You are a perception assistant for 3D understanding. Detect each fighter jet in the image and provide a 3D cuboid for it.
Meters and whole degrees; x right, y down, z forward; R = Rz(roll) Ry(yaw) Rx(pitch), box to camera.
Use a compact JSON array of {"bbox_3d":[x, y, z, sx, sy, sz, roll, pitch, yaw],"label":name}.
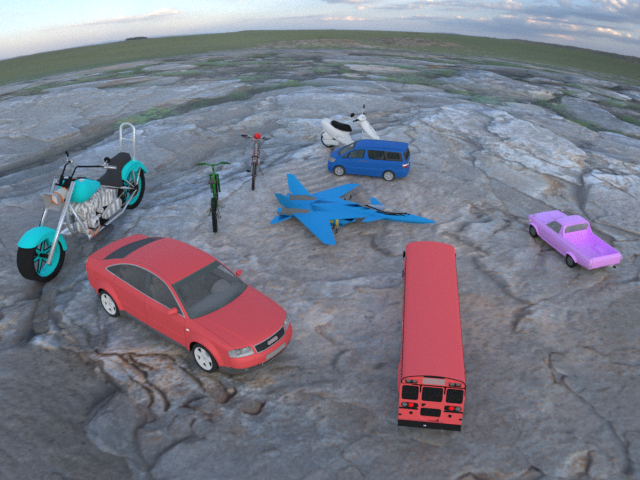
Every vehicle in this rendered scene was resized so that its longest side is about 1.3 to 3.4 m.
[{"bbox_3d":[0.592,-0.568,11.486,2.640,0.557,2.229,6,30,11],"label":"fighter jet"}]

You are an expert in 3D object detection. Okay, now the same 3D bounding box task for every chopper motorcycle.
[{"bbox_3d":[-3.582,-0.640,10.680,0.906,1.480,3.040,9,31,16],"label":"chopper motorcycle"}]

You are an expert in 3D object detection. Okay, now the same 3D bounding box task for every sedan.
[{"bbox_3d":[-1.728,0.656,8.944,3.137,0.940,1.235,22,36,33],"label":"sedan"}]

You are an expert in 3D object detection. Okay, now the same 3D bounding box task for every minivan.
[{"bbox_3d":[0.914,-1.539,13.136,1.548,0.616,0.681,7,30,12],"label":"minivan"}]

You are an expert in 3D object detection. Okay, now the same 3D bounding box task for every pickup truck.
[{"bbox_3d":[3.831,-0.056,10.632,0.640,0.511,1.603,-10,31,-16],"label":"pickup truck"}]

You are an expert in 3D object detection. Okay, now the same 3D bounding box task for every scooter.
[{"bbox_3d":[0.602,-2.206,14.003,1.399,0.919,0.662,14,32,23],"label":"scooter"}]

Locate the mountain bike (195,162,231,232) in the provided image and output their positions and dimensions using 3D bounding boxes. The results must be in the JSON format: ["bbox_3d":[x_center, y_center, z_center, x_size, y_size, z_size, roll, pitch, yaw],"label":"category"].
[{"bbox_3d":[-1.734,-0.759,11.507,0.573,0.868,1.469,-3,30,-5],"label":"mountain bike"}]

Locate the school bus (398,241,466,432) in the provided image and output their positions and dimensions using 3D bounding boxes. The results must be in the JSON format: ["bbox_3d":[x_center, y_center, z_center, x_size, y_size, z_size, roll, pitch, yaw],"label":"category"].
[{"bbox_3d":[1.338,0.924,8.569,0.709,0.844,3.322,4,30,6],"label":"school bus"}]

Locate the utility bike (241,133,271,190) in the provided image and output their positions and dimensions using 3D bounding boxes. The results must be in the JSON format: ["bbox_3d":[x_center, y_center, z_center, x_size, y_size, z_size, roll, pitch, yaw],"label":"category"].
[{"bbox_3d":[-1.139,-1.549,12.820,0.535,0.946,1.435,-1,30,-1],"label":"utility bike"}]
